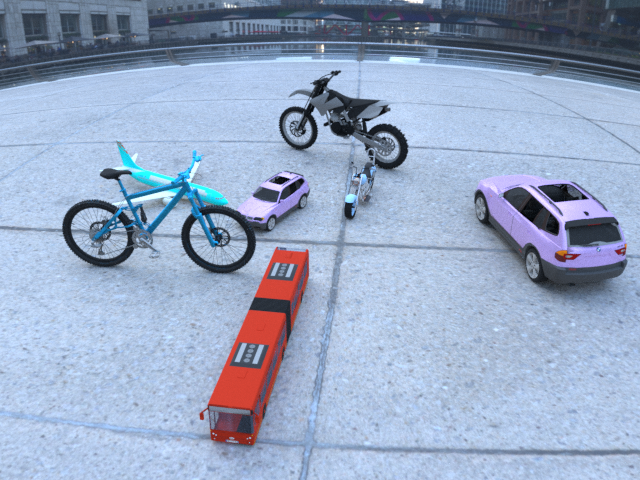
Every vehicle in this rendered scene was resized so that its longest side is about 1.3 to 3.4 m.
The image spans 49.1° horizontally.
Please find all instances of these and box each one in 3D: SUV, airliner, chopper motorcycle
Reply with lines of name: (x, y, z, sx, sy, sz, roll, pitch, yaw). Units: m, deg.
SUV: (-0.784, -0.695, 11.840, 0.656, 0.580, 1.572, 16, 33, 27)
airliner: (-2.662, -1.149, 12.402, 2.541, 0.835, 2.257, 16, 33, 27)
chopper motorcycle: (0.704, -0.996, 12.200, 0.466, 0.761, 1.563, 9, 30, 16)
SUV: (3.446, -0.392, 10.718, 1.276, 1.128, 3.058, -6, 29, -10)

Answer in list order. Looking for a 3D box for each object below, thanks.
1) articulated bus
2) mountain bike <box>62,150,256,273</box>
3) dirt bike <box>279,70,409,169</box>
articulated bus: (-0.655, 1.113, 8.566, 0.605, 0.561, 3.401, 4, 29, 8)
mountain bike: (-2.339, -0.308, 9.983, 2.857, 1.688, 1.114, 3, 29, 5)
dirt bike: (0.408, -2.375, 13.772, 2.903, 1.666, 1.024, 15, 32, 26)
